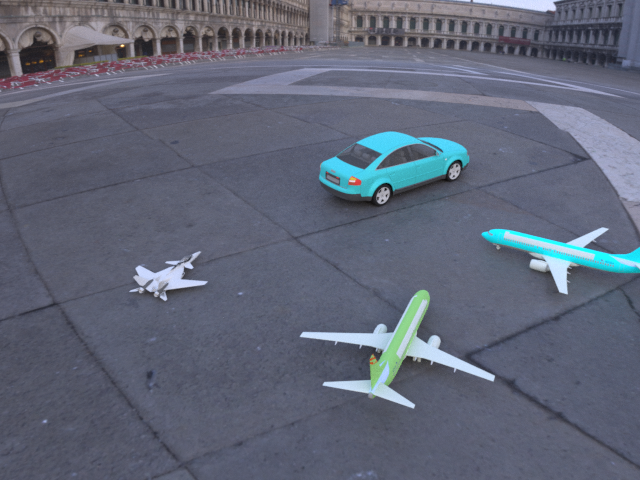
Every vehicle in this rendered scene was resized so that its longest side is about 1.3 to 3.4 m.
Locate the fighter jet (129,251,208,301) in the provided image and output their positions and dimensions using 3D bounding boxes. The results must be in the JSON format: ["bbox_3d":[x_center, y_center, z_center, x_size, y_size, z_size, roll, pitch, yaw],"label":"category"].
[{"bbox_3d":[-2.052,0.383,9.890,1.147,0.286,1.358,11,29,20],"label":"fighter jet"}]

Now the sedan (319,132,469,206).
[{"bbox_3d":[1.422,-1.455,12.716,3.137,0.940,1.235,-19,33,-33],"label":"sedan"}]

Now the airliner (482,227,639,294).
[{"bbox_3d":[3.540,0.019,9.995,2.541,0.835,2.257,17,32,29],"label":"airliner"}]

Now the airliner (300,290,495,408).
[{"bbox_3d":[0.935,1.019,8.074,2.257,0.835,2.541,10,29,19],"label":"airliner"}]
